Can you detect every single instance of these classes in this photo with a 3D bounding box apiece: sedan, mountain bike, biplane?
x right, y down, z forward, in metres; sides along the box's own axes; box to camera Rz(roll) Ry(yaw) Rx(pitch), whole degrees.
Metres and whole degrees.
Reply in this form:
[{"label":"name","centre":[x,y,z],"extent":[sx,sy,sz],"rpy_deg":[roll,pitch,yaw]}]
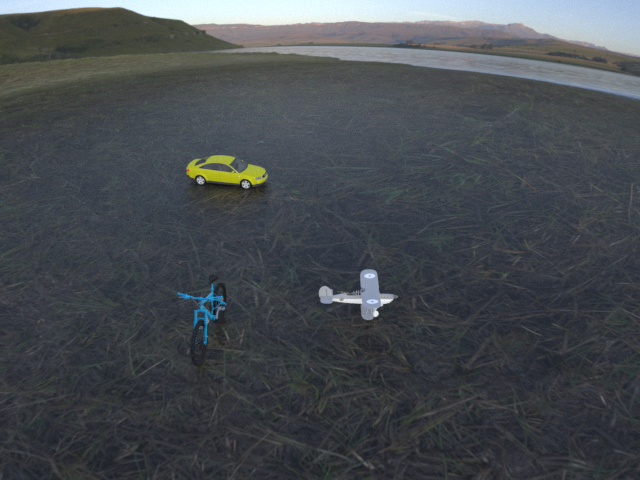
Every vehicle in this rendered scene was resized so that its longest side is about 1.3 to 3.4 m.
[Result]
[{"label":"sedan","centre":[-1.823,-1.371,13.737],"extent":[1.613,0.483,0.635],"rpy_deg":[6,29,11]},{"label":"mountain bike","centre":[-1.433,0.933,9.010],"extent":[0.573,0.868,1.469],"rpy_deg":[4,28,7]},{"label":"biplane","centre":[0.530,0.781,9.682],"extent":[1.090,0.504,1.336],"rpy_deg":[1,28,1]}]
